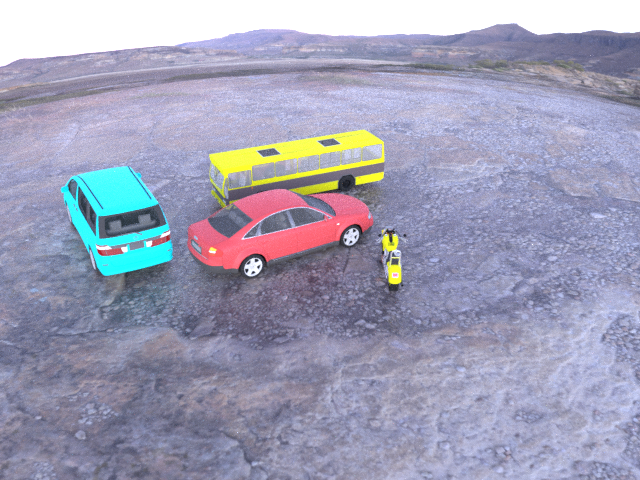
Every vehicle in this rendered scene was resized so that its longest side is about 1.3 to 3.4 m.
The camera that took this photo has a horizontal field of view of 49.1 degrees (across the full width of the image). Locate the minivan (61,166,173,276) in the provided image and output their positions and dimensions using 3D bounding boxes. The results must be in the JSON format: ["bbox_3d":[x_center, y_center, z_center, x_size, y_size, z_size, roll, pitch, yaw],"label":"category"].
[{"bbox_3d":[-3.369,-0.516,11.348,1.324,1.197,3.011,-14,31,-25],"label":"minivan"}]

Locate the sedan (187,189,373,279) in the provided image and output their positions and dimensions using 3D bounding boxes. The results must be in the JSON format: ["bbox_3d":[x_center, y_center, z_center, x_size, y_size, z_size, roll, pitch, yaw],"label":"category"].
[{"bbox_3d":[-0.566,-0.281,11.179,3.137,0.940,1.235,-17,32,-28],"label":"sedan"}]

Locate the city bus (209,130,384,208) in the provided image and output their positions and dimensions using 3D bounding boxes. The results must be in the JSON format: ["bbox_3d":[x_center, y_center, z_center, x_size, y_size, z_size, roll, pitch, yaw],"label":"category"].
[{"bbox_3d":[-0.397,-1.320,13.178,3.255,0.894,0.926,-13,31,-22],"label":"city bus"}]

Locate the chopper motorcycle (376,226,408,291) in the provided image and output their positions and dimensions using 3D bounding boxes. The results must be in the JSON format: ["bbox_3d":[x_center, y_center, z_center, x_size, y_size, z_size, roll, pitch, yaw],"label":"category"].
[{"bbox_3d":[1.066,0.150,10.560,0.466,0.761,1.563,0,28,0],"label":"chopper motorcycle"}]
